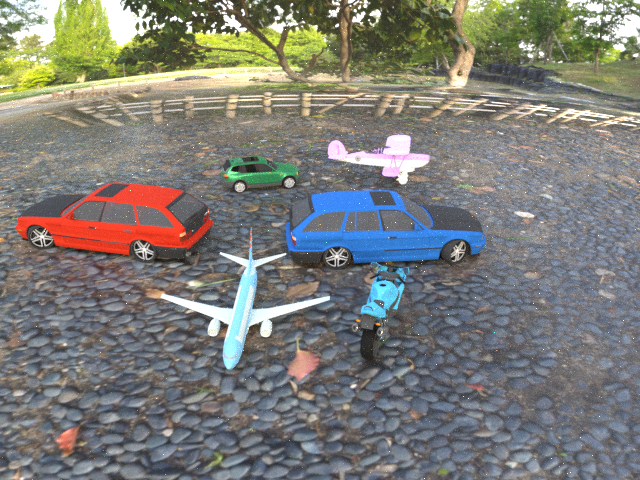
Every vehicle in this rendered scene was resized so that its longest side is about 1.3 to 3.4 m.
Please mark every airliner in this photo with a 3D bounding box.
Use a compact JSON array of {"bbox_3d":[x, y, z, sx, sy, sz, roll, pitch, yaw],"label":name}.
[{"bbox_3d":[-1.004,0.713,9.019,2.257,0.835,2.541,1,25,1],"label":"airliner"}]

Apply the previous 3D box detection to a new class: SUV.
[{"bbox_3d":[-1.165,-1.329,13.666,1.572,0.580,0.656,-6,26,-13],"label":"SUV"}]

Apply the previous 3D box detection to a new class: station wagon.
[{"bbox_3d":[-3.349,-0.391,11.268,3.105,0.920,1.327,6,26,13],"label":"station wagon"},{"bbox_3d":[1.025,-0.241,10.950,3.105,0.920,1.327,-2,25,-5],"label":"station wagon"}]

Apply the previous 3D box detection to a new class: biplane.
[{"bbox_3d":[1.214,-1.634,13.844,2.120,0.981,2.598,3,25,7],"label":"biplane"}]

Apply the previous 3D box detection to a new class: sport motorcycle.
[{"bbox_3d":[0.767,0.845,8.754,0.506,0.821,1.520,8,26,17],"label":"sport motorcycle"}]
